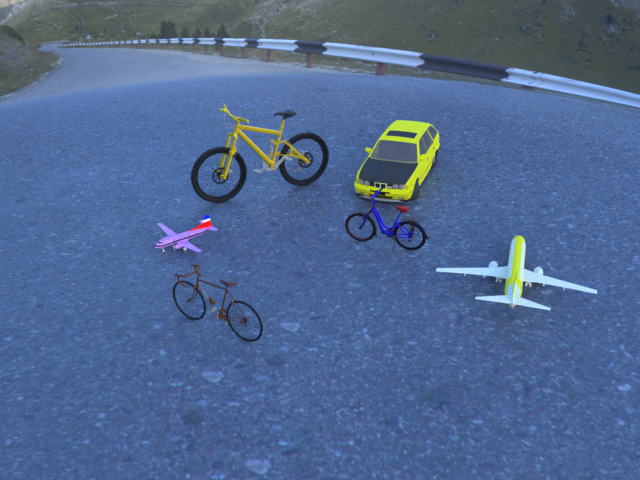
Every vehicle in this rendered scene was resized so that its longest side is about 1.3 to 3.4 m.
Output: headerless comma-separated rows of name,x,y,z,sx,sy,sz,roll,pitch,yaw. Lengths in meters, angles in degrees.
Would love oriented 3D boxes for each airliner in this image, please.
airliner,2.896,0.297,10.293,2.257,0.835,2.541,8,28,15

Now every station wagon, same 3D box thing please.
station wagon,1.614,-1.690,14.170,1.327,0.920,3.105,9,28,17

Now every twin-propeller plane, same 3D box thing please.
twin-propeller plane,-2.253,-0.105,11.574,1.095,0.407,1.370,-20,33,-35

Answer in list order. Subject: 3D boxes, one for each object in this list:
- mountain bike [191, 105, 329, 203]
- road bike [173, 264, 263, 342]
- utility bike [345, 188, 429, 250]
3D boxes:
mountain bike,-1.096,-1.666,13.263,2.857,1.688,1.114,-14,30,-25
road bike,-1.379,0.822,9.224,1.545,0.852,0.358,16,31,29
utility bike,1.069,-0.293,11.349,1.435,0.946,0.535,10,28,20
